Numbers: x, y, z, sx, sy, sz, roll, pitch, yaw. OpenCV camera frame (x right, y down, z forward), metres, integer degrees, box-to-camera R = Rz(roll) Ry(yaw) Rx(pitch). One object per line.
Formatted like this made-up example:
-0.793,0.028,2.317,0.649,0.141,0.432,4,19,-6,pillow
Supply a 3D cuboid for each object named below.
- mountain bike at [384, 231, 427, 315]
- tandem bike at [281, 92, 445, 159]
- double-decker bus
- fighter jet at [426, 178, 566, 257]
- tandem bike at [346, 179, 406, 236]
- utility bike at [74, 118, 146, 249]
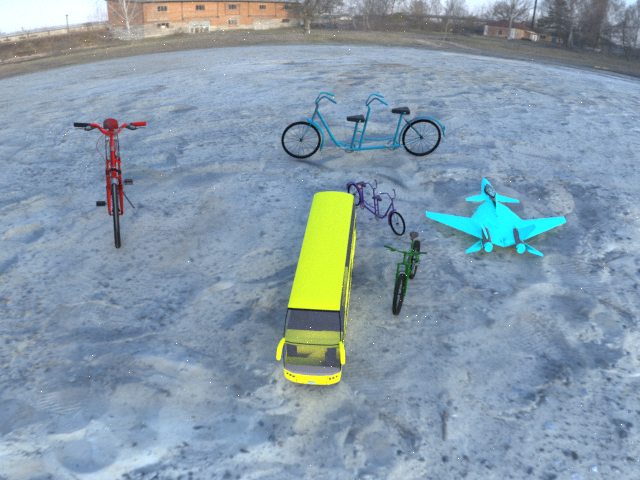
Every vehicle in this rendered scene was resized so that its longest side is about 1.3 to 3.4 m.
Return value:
1.190,0.365,9.520,0.573,0.868,1.469,10,32,16,mountain bike
0.844,-2.193,13.444,3.192,1.326,0.550,-2,30,-3,tandem bike
0.054,0.526,9.062,0.756,1.052,3.251,3,30,5,double-decker bus
2.863,-0.600,11.479,2.229,0.557,2.640,2,30,4,fighter jet
0.895,-0.643,11.430,0.283,0.682,1.642,-17,34,-27,tandem bike
-3.225,-1.166,11.178,1.039,1.839,2.791,-8,31,-13,utility bike
